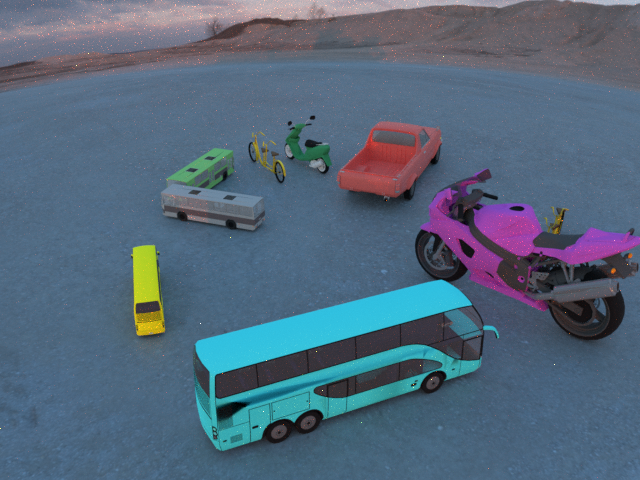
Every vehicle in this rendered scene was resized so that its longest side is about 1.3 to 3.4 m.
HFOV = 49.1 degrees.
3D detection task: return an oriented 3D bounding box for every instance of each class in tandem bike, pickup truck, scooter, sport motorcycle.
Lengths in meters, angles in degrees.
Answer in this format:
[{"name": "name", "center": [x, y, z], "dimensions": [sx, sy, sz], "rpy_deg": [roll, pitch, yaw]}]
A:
[{"name": "tandem bike", "center": [3.478, -0.161, 10.407], "dimensions": [0.283, 0.682, 1.642], "rpy_deg": [14, 30, 24]}, {"name": "pickup truck", "center": [1.359, -1.580, 12.822], "dimensions": [1.244, 0.993, 3.117], "rpy_deg": [11, 29, 20]}, {"name": "scooter", "center": [-0.252, -1.848, 13.424], "dimensions": [0.662, 0.919, 1.399], "rpy_deg": [-21, 34, -34]}, {"name": "sport motorcycle", "center": [2.453, 0.159, 8.786], "dimensions": [2.955, 1.596, 0.983], "rpy_deg": [22, 35, 37]}, {"name": "tandem bike", "center": [-1.021, -1.599, 13.198], "dimensions": [0.283, 0.682, 1.642], "rpy_deg": [-14, 30, -25]}]

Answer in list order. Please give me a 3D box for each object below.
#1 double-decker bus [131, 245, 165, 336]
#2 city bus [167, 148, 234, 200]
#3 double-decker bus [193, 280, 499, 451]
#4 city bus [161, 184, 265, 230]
[{"name": "double-decker bus", "center": [-2.240, 0.598, 9.086], "dimensions": [0.389, 0.541, 1.672], "rpy_deg": [-7, 28, -12]}, {"name": "city bus", "center": [-2.111, -1.151, 12.570], "dimensions": [0.476, 0.460, 1.674], "rpy_deg": [10, 29, 19]}, {"name": "double-decker bus", "center": [0.320, 1.226, 7.309], "dimensions": [3.251, 1.052, 0.756], "rpy_deg": [-12, 30, -22]}, {"name": "city bus", "center": [-1.738, -0.522, 11.349], "dimensions": [1.674, 0.460, 0.476], "rpy_deg": [10, 29, 18]}]
